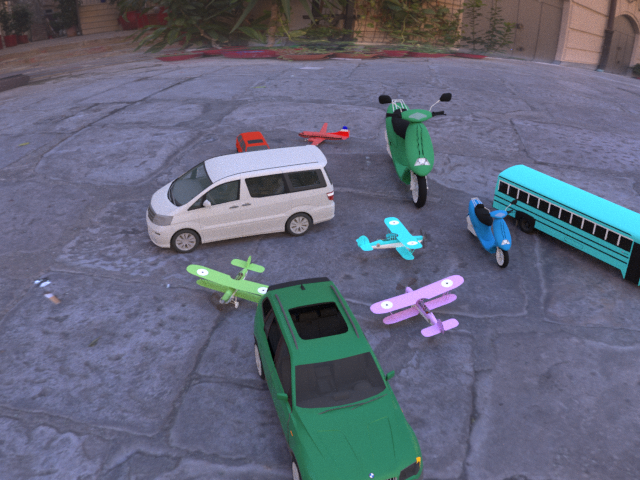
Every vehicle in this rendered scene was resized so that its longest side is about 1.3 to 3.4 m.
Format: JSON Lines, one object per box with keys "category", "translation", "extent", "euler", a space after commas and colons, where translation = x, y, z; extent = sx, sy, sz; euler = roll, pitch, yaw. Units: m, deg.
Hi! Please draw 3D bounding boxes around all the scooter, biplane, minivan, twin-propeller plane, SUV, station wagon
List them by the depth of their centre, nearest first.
{"category": "SUV", "translation": [0.078, 1.508, 7.609], "extent": [1.276, 1.128, 3.058], "euler": [-8, 32, -14]}
{"category": "biplane", "translation": [1.349, 0.918, 9.222], "extent": [1.336, 0.504, 1.090], "euler": [-11, 32, -17]}
{"category": "biplane", "translation": [-1.142, 0.599, 9.762], "extent": [1.336, 0.504, 1.090], "euler": [8, 32, 14]}
{"category": "biplane", "translation": [1.099, 0.023, 10.736], "extent": [1.090, 0.504, 1.336], "euler": [-6, 31, -10]}
{"category": "scooter", "translation": [2.610, -0.256, 10.802], "extent": [0.662, 0.919, 1.399], "euler": [-7, 31, -12]}
{"category": "minivan", "translation": [-1.300, -0.719, 11.312], "extent": [3.011, 1.197, 1.324], "euler": [-9, 32, -14]}
{"category": "scooter", "translation": [1.609, -1.891, 12.715], "extent": [1.288, 1.786, 2.721], "euler": [-3, 31, -5]}
{"category": "station wagon", "translation": [-1.247, -1.697, 13.678], "extent": [0.682, 0.473, 1.597], "euler": [-8, 31, -13]}
{"category": "twin-propeller plane", "translation": [0.074, -2.226, 14.638], "extent": [1.095, 0.407, 1.370], "euler": [7, 31, 11]}

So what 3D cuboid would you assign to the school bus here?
{"category": "school bus", "translation": [4.166, -0.201, 10.782], "extent": [0.709, 0.844, 3.322], "euler": [-21, 36, -31]}
